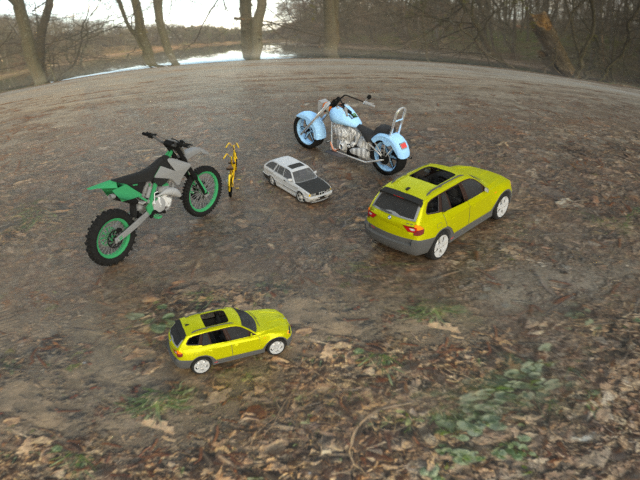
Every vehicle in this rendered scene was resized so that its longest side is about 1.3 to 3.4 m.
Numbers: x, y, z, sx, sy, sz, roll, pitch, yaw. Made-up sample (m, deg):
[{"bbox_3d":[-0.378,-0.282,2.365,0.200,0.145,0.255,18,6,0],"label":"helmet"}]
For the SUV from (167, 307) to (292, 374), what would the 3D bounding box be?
[{"bbox_3d":[-1.134,1.173,8.840,1.572,0.580,0.656,-11,31,-20],"label":"SUV"}]

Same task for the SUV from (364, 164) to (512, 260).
[{"bbox_3d":[2.045,-0.695,11.644,1.276,1.128,3.058,24,37,36],"label":"SUV"}]

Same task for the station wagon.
[{"bbox_3d":[-0.430,-1.176,13.187,0.682,0.473,1.597,-20,35,-32],"label":"station wagon"}]

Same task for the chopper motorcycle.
[{"bbox_3d":[0.571,-2.279,14.139,0.906,1.480,3.040,-25,38,-38],"label":"chopper motorcycle"}]

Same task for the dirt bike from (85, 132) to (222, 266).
[{"bbox_3d":[-2.617,-0.770,11.225,1.024,1.666,2.903,19,34,30],"label":"dirt bike"}]

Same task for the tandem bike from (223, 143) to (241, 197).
[{"bbox_3d":[-1.675,-1.391,13.360,0.283,0.682,1.642,-1,29,-1],"label":"tandem bike"}]
